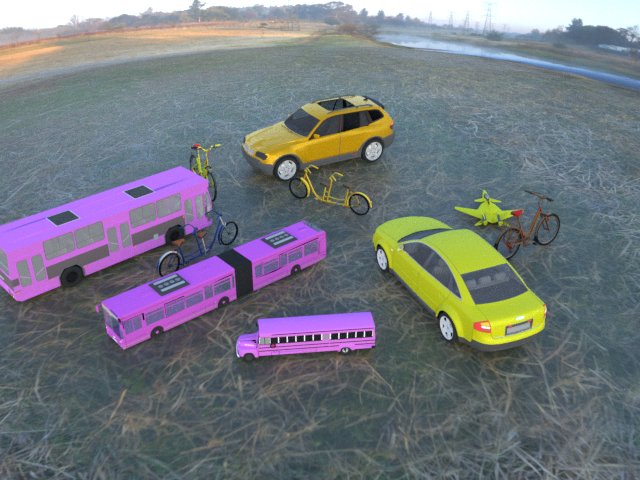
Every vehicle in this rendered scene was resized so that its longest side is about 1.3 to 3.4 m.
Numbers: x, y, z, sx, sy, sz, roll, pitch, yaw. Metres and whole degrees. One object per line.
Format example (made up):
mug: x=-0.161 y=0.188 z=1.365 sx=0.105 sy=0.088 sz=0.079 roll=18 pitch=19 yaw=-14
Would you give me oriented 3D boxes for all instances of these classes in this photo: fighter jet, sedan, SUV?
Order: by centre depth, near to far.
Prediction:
sedan: x=1.780 y=0.360 z=9.571 sx=1.235 sy=0.940 sz=3.137 roll=-12 pitch=32 yaw=-20
fighter jet: x=2.884 y=-0.637 z=11.961 sx=1.147 sy=0.286 sz=1.358 roll=3 pitch=30 yaw=4
SUV: x=-0.014 y=-2.065 z=13.600 sx=3.058 sy=1.128 sz=1.276 roll=-15 pitch=33 yaw=-24

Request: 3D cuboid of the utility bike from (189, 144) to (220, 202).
utility bike: x=-2.063 y=-1.320 z=12.489 sx=0.535 sy=0.946 sz=1.435 roll=-14 pitch=33 yaw=-23

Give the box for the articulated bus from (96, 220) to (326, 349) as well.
articulated bus: x=-1.340 y=0.533 z=9.651 sx=3.401 sy=0.561 sz=0.605 roll=-23 pitch=37 yaw=-34

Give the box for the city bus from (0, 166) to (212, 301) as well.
city bus: x=-3.177 y=-0.140 z=10.488 sx=3.255 sy=0.894 sz=0.926 roll=-25 pitch=38 yaw=-37

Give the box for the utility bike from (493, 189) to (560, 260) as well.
utility bike: x=3.126 y=-0.243 z=10.616 sx=1.435 sy=0.946 sz=0.535 roll=-17 pitch=34 yaw=-27

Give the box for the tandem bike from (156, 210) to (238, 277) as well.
tandem bike: x=-1.809 y=0.020 z=10.422 sx=0.283 sy=0.682 sz=1.642 roll=22 pitch=36 yaw=33

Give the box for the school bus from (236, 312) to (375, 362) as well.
school bus: x=-0.181 y=1.185 z=8.644 sx=1.708 sy=0.434 sz=0.365 roll=-3 pitch=30 yaw=-6

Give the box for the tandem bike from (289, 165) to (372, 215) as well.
tandem bike: x=0.154 y=-0.867 z=11.966 sx=1.642 sy=0.682 sz=0.283 roll=17 pitch=34 yaw=26
